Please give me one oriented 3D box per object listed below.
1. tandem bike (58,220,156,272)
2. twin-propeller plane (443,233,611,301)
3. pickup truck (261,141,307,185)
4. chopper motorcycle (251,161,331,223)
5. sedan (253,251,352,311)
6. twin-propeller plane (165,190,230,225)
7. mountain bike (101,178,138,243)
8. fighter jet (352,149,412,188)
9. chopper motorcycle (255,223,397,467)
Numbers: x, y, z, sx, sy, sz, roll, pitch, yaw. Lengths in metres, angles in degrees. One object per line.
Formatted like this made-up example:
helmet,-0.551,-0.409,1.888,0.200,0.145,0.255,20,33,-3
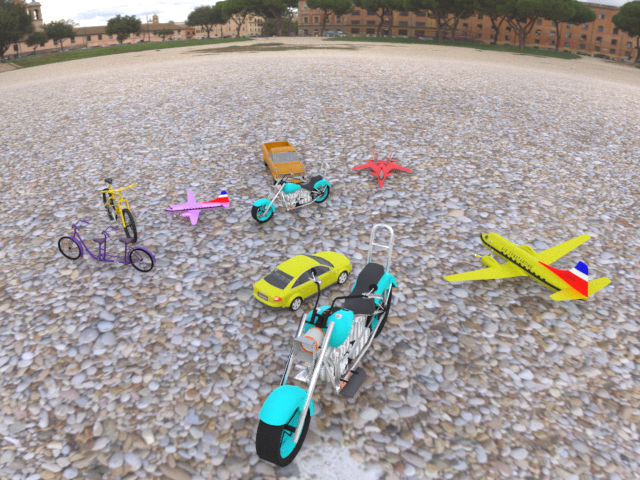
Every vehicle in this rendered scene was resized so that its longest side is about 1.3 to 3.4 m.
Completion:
tandem bike,-3.155,0.090,10.253,1.642,0.682,0.283,8,30,15
twin-propeller plane,2.955,0.261,9.825,2.663,0.792,2.129,-14,32,-24
pickup truck,-0.709,-1.544,13.420,0.640,0.511,1.603,-7,29,-12
chopper motorcycle,-0.473,-0.811,11.819,1.563,0.761,0.466,-19,34,-31
sedan,-0.212,0.482,9.742,0.635,0.483,1.613,25,37,38
twin-propeller plane,-2.071,-0.605,11.809,1.095,0.407,1.370,-6,29,-11
mountain bike,-3.239,-0.538,11.208,0.573,0.868,1.469,-18,33,-29
fighter jet,1.172,-1.348,13.295,1.147,0.286,1.358,3,29,5
chopper motorcycle,0.155,1.036,7.689,0.906,1.480,3.040,13,31,23
